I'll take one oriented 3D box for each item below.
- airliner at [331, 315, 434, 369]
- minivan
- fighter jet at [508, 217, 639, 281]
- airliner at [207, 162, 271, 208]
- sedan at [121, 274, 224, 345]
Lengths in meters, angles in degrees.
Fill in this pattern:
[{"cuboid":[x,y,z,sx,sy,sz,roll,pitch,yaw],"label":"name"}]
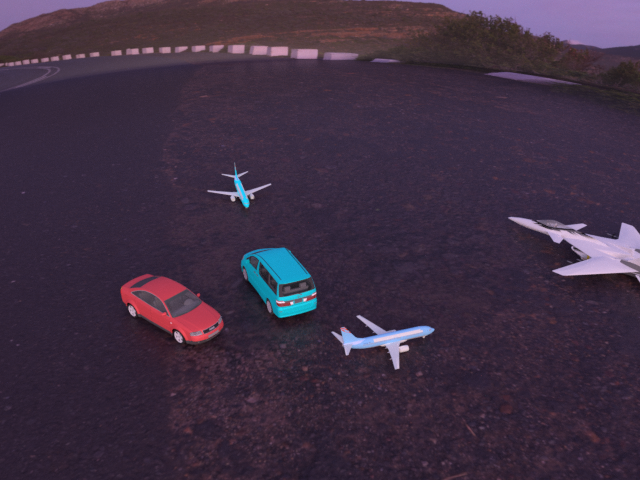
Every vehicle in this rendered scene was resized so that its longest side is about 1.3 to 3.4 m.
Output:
[{"cuboid":[0.834,1.131,8.601,1.307,0.429,1.161,-10,30,-18],"label":"airliner"},{"cuboid":[-0.600,0.469,9.644,0.681,0.616,1.548,-12,31,-22],"label":"minivan"},{"cuboid":[4.050,-0.079,10.733,2.229,0.557,2.640,-24,37,-38],"label":"fighter jet"},{"cuboid":[-1.421,-0.971,12.543,1.161,0.429,1.307,-7,29,-14],"label":"airliner"},{"cuboid":[-1.936,0.838,9.092,1.613,0.483,0.635,21,35,34],"label":"sedan"}]
